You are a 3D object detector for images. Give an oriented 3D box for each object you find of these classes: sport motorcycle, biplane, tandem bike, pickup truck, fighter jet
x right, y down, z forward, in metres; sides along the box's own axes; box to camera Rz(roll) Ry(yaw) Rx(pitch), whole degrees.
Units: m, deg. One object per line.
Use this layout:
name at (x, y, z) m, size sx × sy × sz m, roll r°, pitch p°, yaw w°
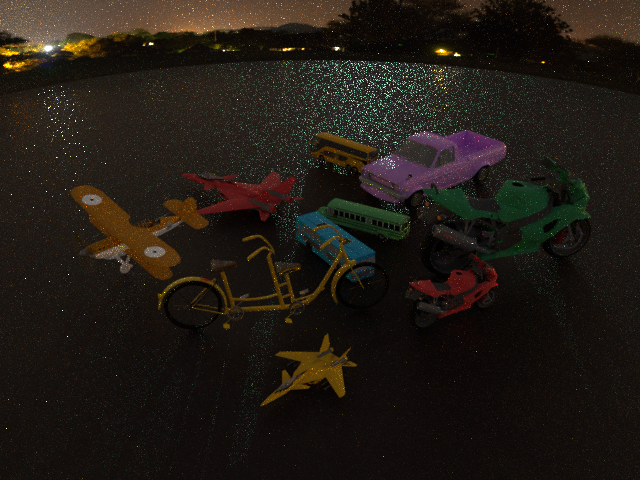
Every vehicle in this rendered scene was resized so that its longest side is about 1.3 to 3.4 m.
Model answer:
sport motorcycle at (2.882, -0.297, 10.681) m, size 2.955 × 1.596 × 0.983 m, roll -7°, pitch 30°, yaw -13°
sport motorcycle at (1.856, 0.727, 9.623) m, size 1.520 × 0.821 × 0.506 m, roll -13°, pitch 31°, yaw -22°
biplane at (-2.775, -0.108, 10.978) m, size 2.598 × 0.981 × 2.120 m, roll 25°, pitch 38°, yaw 38°
tandem bike at (-0.588, 0.524, 9.468) m, size 3.192 × 1.326 × 0.550 m, roll -6°, pitch 29°, yaw -10°
pickup truck at (2.236, -1.540, 13.575) m, size 3.117 × 0.993 × 1.244 m, roll -21°, pitch 35°, yaw -34°
fighter jet at (-0.213, 1.625, 8.541) m, size 1.147 × 0.286 × 1.358 m, roll 25°, pitch 38°, yaw 38°
fighter jet at (-1.696, -1.084, 13.196) m, size 2.640 × 0.557 × 2.229 m, roll 19°, pitch 34°, yaw 31°

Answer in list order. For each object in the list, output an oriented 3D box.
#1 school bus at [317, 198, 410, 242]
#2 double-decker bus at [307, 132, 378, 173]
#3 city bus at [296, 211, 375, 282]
school bus at (0.699, -0.365, 12.015) m, size 1.708 × 0.434 × 0.365 m, roll 16°, pitch 32°, yaw 26°
double-decker bus at (0.469, -1.816, 14.548) m, size 1.672 × 0.541 × 0.389 m, roll 24°, pitch 37°, yaw 37°
city bus at (0.218, 0.099, 11.141) m, size 0.476 × 0.460 × 1.674 m, roll -17°, pitch 33°, yaw -29°
